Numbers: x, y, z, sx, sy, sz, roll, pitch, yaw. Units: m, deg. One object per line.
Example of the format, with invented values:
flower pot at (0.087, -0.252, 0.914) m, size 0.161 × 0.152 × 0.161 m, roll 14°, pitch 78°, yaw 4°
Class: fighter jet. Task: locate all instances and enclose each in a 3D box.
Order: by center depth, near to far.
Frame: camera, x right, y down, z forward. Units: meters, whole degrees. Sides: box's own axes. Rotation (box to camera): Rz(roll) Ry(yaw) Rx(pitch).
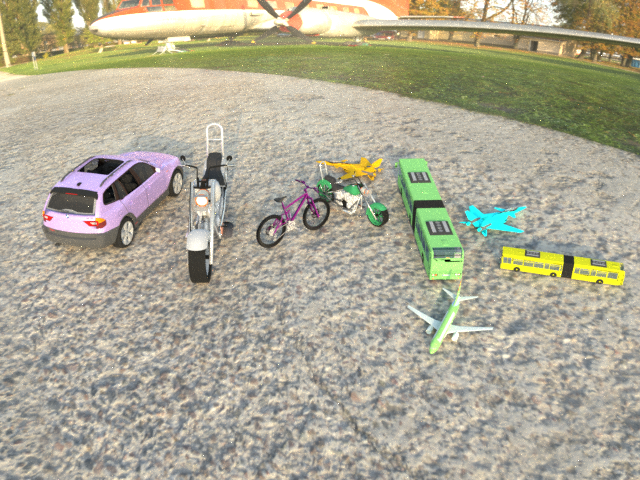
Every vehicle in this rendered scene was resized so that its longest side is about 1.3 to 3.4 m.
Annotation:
fighter jet at (3.040, -0.454, 11.786) m, size 1.358 × 0.286 × 1.147 m, roll -20°, pitch 35°, yaw -30°
fighter jet at (0.522, -1.481, 13.568) m, size 1.358 × 0.286 × 1.147 m, roll 14°, pitch 33°, yaw 22°

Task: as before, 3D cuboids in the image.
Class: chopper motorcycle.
chopper motorcycle at (-1.752, -0.643, 10.918) m, size 0.906 × 1.480 × 3.040 m, roll -1°, pitch 30°, yaw -1°
chopper motorcycle at (0.535, -0.785, 11.885) m, size 1.563 × 0.761 × 0.466 m, roll 26°, pitch 39°, yaw 37°

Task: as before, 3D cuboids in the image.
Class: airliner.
airliner at (1.652, 1.004, 9.110) m, size 1.161 × 0.429 × 1.307 m, roll 13°, pitch 33°, yaw 22°

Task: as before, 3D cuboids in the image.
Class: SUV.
SUV at (-3.380, -0.887, 11.694) m, size 1.276 × 1.128 × 3.058 m, roll 7°, pitch 31°, yaw 12°

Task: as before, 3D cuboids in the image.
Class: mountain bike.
mountain bike at (-0.407, -0.411, 11.129) m, size 1.469 × 0.868 × 0.573 m, roll -22°, pitch 37°, yaw -33°

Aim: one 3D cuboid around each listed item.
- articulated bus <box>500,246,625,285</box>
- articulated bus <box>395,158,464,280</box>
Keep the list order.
articulated bus at (3.548, 0.380, 10.335) m, size 1.749 × 0.289 × 0.311 m, roll 8°, pitch 31°, yaw 14°
articulated bus at (1.751, -0.453, 11.508) m, size 0.605 × 0.561 × 3.401 m, roll -1°, pitch 30°, yaw -2°
